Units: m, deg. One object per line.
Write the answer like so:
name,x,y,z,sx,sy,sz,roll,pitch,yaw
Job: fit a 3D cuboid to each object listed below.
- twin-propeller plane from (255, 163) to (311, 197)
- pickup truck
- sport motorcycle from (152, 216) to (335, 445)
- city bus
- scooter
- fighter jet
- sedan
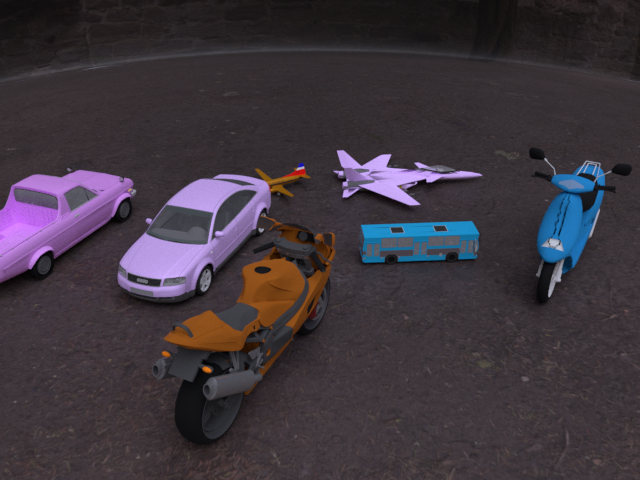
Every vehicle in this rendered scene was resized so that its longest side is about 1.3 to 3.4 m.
twin-propeller plane,-0.724,-1.062,12.231,1.095,0.407,1.370,-16,33,-27
pickup truck,-4.063,-0.350,10.322,1.244,0.993,3.117,11,31,19
sport motorcycle,-0.622,0.853,7.498,0.983,1.596,2.955,14,32,24
city bus,1.425,0.047,10.151,1.674,0.460,0.476,-2,29,-4
scooter,3.481,-0.427,9.637,1.288,1.786,2.721,15,32,26
fighter jet,1.618,-1.237,12.395,2.640,0.557,2.229,-4,29,-6
sedan,-1.731,-0.204,10.111,1.235,0.940,3.137,10,30,18
